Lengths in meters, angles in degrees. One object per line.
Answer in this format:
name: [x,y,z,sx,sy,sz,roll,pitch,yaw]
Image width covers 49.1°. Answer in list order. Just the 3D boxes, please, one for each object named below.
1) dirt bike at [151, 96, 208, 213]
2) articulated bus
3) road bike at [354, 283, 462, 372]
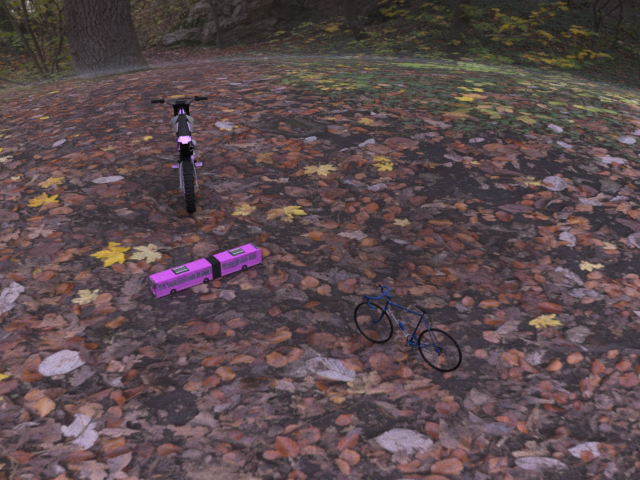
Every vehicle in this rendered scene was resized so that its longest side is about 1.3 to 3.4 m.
dirt bike: [-2.504,-1.722,12.912,1.024,1.666,2.903,-6,29,-10]
articulated bus: [-1.680,0.436,10.389,1.749,0.289,0.311,-19,34,-30]
road bike: [1.059,1.079,8.619,1.545,0.852,0.358,20,34,32]
